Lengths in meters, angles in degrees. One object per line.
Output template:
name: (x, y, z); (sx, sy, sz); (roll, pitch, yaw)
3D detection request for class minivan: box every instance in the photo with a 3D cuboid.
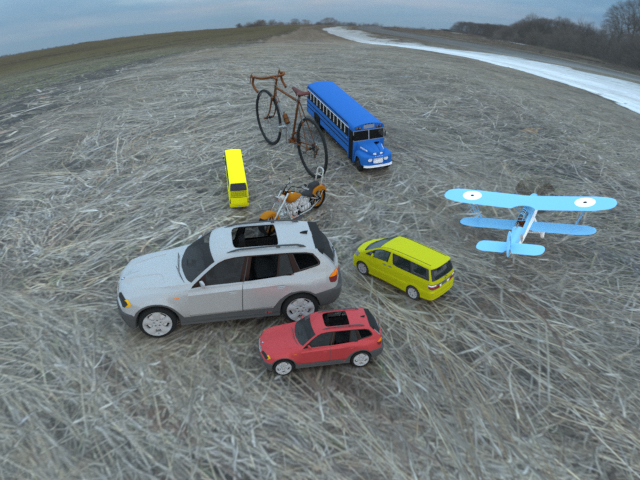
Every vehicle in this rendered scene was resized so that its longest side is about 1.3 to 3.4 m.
minivan: (1.193, 0.322, 10.254); (1.548, 0.616, 0.681); (26, 39, 36)

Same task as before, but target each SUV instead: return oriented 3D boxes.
SUV: (-1.230, 0.432, 9.568); (3.058, 1.128, 1.276); (-5, 31, -8)
SUV: (0.010, 1.224, 8.775); (1.572, 0.580, 0.656); (-5, 31, -8)

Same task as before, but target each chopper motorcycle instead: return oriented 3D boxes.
chopper motorcycle: (-0.450, -0.664, 11.765); (0.466, 0.761, 1.563); (24, 39, 35)

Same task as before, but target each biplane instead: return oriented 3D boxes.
biplane: (3.101, -0.265, 10.882); (2.598, 0.981, 2.120); (14, 34, 22)

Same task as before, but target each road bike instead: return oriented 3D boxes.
road bike: (-0.612, -2.345, 13.712); (0.696, 1.656, 3.004); (-16, 34, -25)

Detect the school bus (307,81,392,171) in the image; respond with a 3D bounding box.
school bus: (0.571, -2.430, 14.648); (0.709, 0.844, 3.322); (-11, 32, -17)

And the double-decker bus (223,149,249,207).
double-decker bus: (-1.541, -1.165, 12.822); (0.389, 0.541, 1.672); (-5, 31, -8)
